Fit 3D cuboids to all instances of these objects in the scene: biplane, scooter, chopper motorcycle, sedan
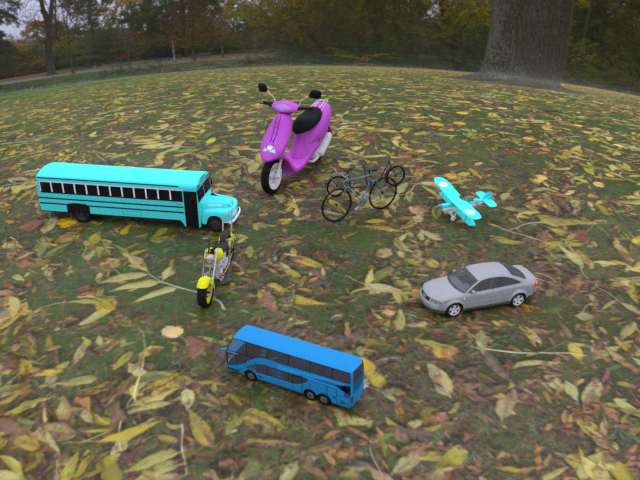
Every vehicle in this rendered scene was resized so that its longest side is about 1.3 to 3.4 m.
[{"bbox_3d":[2.421,-0.604,11.731,1.090,0.504,1.336,-10,29,-18],"label":"biplane"},{"bbox_3d":[-0.425,-2.082,13.208,1.288,1.786,2.721,12,30,23],"label":"scooter"},{"bbox_3d":[-1.450,0.261,9.765,0.466,0.761,1.563,4,27,7],"label":"chopper motorcycle"},{"bbox_3d":[2.125,0.606,9.395,1.613,0.483,0.635,-7,28,-14],"label":"sedan"}]

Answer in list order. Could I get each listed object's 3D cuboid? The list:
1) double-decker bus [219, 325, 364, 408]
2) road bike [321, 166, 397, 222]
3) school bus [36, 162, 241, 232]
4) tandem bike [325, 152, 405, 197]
[{"bbox_3d":[-0.322,1.387,7.810,1.672,0.541,0.389,13,30,23],"label":"double-decker bus"},{"bbox_3d":[0.679,-0.803,11.739,1.545,0.852,0.358,-16,31,-28],"label":"road bike"},{"bbox_3d":[-2.988,-0.744,11.632,3.322,0.844,0.709,4,27,8],"label":"school bus"},{"bbox_3d":[0.834,-1.198,12.695,1.642,0.682,0.283,-11,29,-21],"label":"tandem bike"}]
